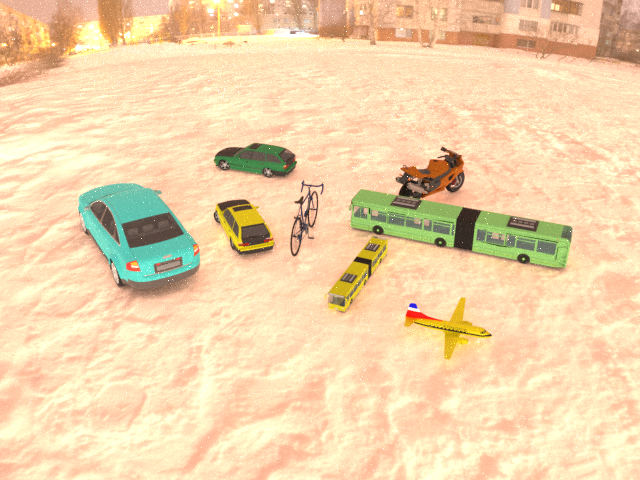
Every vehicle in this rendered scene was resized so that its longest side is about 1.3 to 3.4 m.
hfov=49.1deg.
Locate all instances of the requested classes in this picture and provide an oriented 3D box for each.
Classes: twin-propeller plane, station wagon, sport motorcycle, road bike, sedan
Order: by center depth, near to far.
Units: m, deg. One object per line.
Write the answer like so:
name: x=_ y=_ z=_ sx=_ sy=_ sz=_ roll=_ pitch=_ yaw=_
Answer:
twin-propeller plane: x=1.605 y=1.039 z=8.755 sx=1.095 sy=0.407 sz=1.370 roll=9 pitch=30 yaw=16
sedan: x=-2.823 y=-0.277 z=10.577 sx=1.235 sy=0.940 sz=3.137 roll=-16 pitch=33 yaw=-27
road bike: x=-0.232 y=-0.384 z=10.861 sx=0.358 sy=0.852 sz=1.545 roll=7 pitch=30 yaw=13
station wagon: x=-1.229 y=-0.313 z=11.122 sx=0.682 sy=0.473 sz=1.597 roll=-11 pitch=31 yaw=-18
sport motorcycle: x=1.961 y=-1.085 z=12.154 sx=1.520 sy=0.821 sz=0.506 roll=-18 pitch=34 yaw=-29
station wagon: x=-1.260 y=-1.585 z=13.413 sx=1.597 sy=0.473 sz=0.682 roll=11 pitch=31 yaw=19

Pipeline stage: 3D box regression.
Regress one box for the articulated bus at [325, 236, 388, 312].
articulated bus: x=0.560 y=0.449 z=9.940 sx=0.311 sy=0.289 sz=1.749 roll=12 pitch=31 yaw=21

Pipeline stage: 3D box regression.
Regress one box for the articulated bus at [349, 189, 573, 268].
articulated bus: x=2.097 y=-0.206 z=10.839 sx=3.401 sy=0.561 sz=0.605 roll=12 pitch=31 yaw=20
